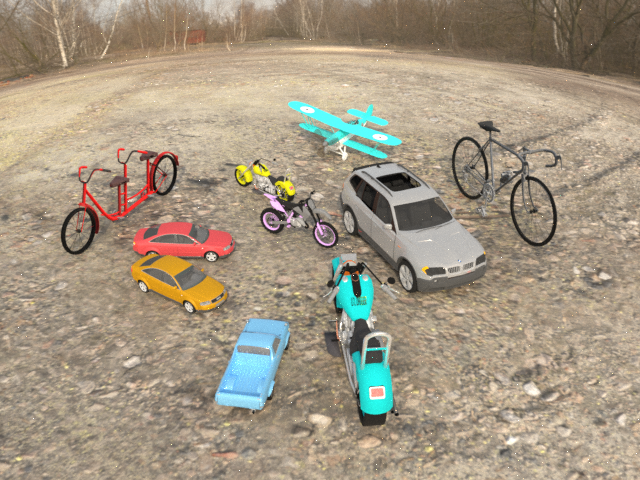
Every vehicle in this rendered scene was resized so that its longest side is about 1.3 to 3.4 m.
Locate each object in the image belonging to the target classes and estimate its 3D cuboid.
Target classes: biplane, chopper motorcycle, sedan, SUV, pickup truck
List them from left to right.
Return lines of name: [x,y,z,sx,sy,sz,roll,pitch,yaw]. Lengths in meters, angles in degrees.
sedan: [-2.066,0.575,10.224,1.613,0.483,0.635,19,35,30]
sedan: [-2.180,-0.001,11.225,1.613,0.483,0.635,0,30,1]
pickup truck: [-0.802,1.466,8.650,0.640,0.511,1.603,5,30,8]
chopper motorcycle: [-1.046,-1.187,13.006,1.563,0.761,0.466,26,39,37]
biplane: [0.643,-2.301,14.720,2.598,0.981,2.120,17,34,26]
chopper motorcycle: [0.457,0.903,8.657,0.906,1.480,3.040,-3,30,-5]
SUV: [1.397,-0.301,11.099,1.276,1.128,3.058,-13,32,-21]

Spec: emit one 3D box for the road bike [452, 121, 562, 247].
road bike: [3.093,-1.103,11.964,0.697,1.656,3.004,-12,32,-19]

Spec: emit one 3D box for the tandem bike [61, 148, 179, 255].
tandem bike: [-3.351,-0.925,11.985,0.550,1.326,3.192,12,32,21]

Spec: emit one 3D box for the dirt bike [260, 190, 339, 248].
dirt bike: [-0.354,-0.374,11.497,1.493,0.857,0.527,15,33,25]
